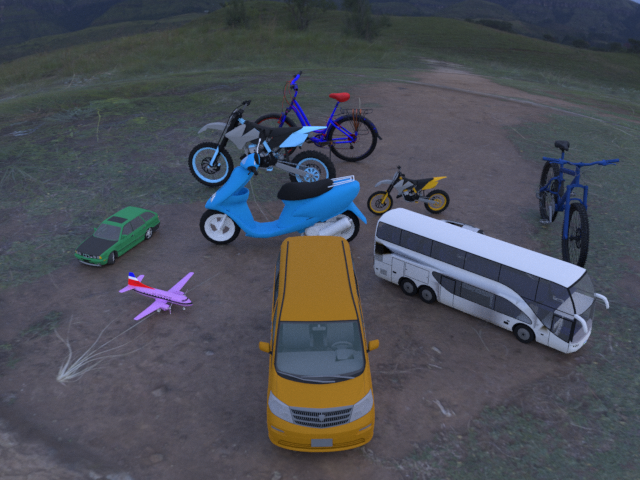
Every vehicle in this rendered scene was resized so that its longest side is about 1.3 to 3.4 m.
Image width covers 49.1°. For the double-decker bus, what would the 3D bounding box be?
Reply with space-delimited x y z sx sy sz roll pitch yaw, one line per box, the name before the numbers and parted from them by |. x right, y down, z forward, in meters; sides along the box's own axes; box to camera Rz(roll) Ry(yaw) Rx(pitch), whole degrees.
double-decker bus | 2.198 0.509 9.586 3.251 1.052 0.756 21 34 35

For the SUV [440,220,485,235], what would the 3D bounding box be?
SUV | 1.889 -0.014 11.100 1.572 0.580 0.656 16 31 28

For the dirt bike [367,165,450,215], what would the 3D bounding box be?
dirt bike | 1.578 -0.838 12.383 1.493 0.857 0.527 -2 28 -4

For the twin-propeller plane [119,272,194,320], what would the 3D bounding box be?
twin-propeller plane | -2.262 0.726 9.868 1.095 0.407 1.370 12 30 21

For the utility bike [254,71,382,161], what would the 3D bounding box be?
utility bike | -0.097 -2.433 14.381 2.791 1.839 1.039 1 28 3

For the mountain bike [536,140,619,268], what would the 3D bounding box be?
mountain bike | 3.908 -0.697 11.213 1.114 1.688 2.857 2 28 4

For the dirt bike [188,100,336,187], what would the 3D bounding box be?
dirt bike | -1.126 -1.674 13.111 2.903 1.666 1.024 5 28 10

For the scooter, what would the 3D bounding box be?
scooter | -0.606 -0.728 11.165 2.721 1.786 1.288 0 28 0

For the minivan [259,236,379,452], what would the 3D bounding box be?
minivan | -0.026 1.093 8.308 1.324 1.197 3.011 -1 28 -2

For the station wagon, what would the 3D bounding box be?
station wagon | -3.292 -0.109 11.398 0.682 0.473 1.597 11 30 21
